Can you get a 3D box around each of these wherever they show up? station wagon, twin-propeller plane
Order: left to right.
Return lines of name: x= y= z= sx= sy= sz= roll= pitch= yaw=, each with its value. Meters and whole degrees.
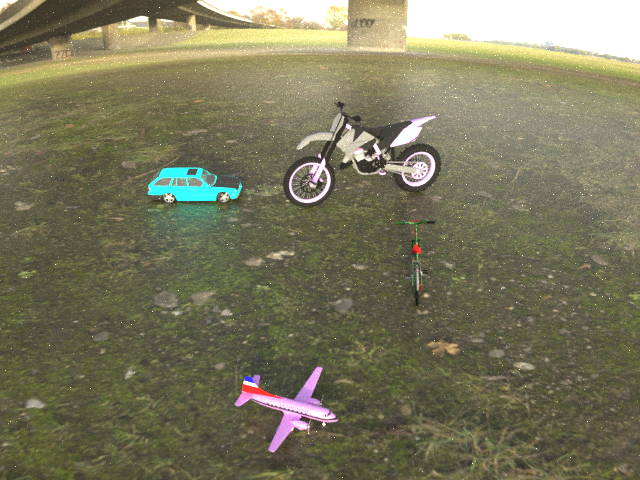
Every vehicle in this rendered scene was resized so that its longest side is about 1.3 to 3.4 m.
station wagon: x=-2.177 y=-0.981 z=12.240 sx=1.597 sy=0.473 sz=0.682 roll=0 pitch=28 yaw=0
twin-propeller plane: x=-0.327 y=1.701 z=7.364 sx=1.095 sy=0.407 sz=1.370 roll=10 pitch=30 yaw=18

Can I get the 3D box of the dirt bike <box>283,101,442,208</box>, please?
dirt bike: x=0.770 y=-1.434 z=11.824 sx=2.903 sy=1.666 sz=1.024 roll=-9 pitch=30 yaw=-16

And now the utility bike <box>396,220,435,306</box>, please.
utility bike: x=1.270 y=0.231 z=9.510 sx=0.535 sy=0.946 sz=1.435 roll=3 pitch=29 yaw=5
